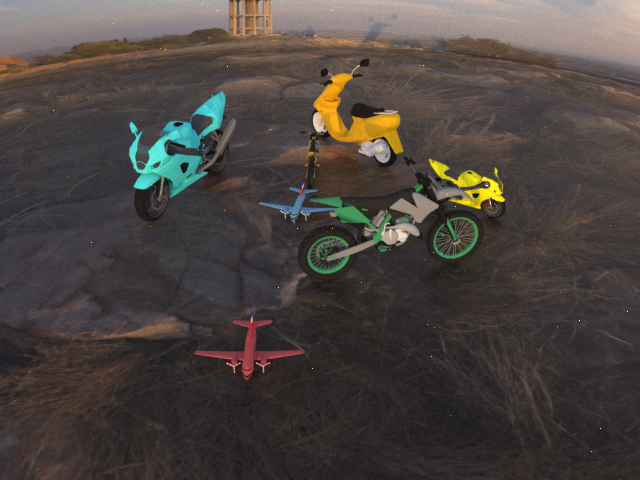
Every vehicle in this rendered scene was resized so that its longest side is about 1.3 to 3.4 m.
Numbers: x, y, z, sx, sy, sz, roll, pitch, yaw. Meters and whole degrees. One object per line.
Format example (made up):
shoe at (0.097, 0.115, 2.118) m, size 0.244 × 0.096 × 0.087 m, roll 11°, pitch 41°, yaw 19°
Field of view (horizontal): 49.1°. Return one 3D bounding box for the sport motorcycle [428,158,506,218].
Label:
sport motorcycle at (2.564, -0.910, 12.280) m, size 1.520 × 0.821 × 0.506 m, roll 20°, pitch 36°, yaw 30°

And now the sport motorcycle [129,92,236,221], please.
sport motorcycle at (-2.454, -1.549, 12.604) m, size 0.983 × 1.596 × 2.955 m, roll 12°, pitch 32°, yaw 20°

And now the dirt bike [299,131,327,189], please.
dirt bike at (-0.144, -1.623, 13.462) m, size 0.527 × 0.857 × 1.493 m, roll 2°, pitch 30°, yaw 4°

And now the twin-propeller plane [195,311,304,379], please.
twin-propeller plane at (-0.888, 1.333, 8.863) m, size 1.370 × 0.407 × 1.095 m, roll 0°, pitch 30°, yaw -1°

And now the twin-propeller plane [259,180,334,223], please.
twin-propeller plane at (-0.377, -0.666, 12.274) m, size 1.370 × 0.407 × 1.095 m, roll 5°, pitch 31°, yaw 8°

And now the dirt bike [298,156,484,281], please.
dirt bike at (1.089, -0.252, 10.322) m, size 2.903 × 1.666 × 1.024 m, roll -7°, pitch 31°, yaw -11°

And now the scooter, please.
scooter at (0.702, -2.636, 14.270) m, size 1.288 × 1.786 × 2.721 m, roll -22°, pitch 37°, yaw -33°
